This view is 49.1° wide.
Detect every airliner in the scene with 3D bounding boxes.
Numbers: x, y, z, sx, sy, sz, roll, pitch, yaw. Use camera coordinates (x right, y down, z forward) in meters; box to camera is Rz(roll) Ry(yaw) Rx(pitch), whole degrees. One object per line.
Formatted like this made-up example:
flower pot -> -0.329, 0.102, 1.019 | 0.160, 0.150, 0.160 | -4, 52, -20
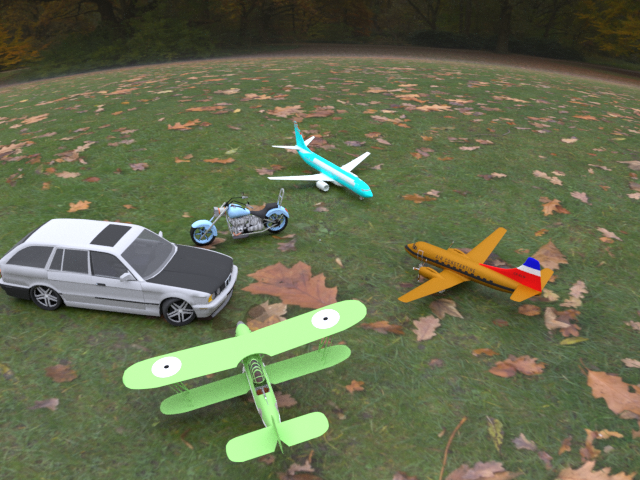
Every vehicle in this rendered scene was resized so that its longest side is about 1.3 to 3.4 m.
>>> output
airliner -> 0.178, -1.453, 12.795 | 2.257, 0.835, 2.541 | -18, 33, -30

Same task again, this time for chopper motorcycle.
chopper motorcycle -> -1.240, -0.358, 10.837 | 1.563, 0.761, 0.466 | -9, 30, -16

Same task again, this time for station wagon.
station wagon -> -2.668, 0.335, 9.379 | 3.105, 0.920, 1.327 | 5, 29, 10

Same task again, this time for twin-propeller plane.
twin-propeller plane -> 2.040, 0.305, 9.570 | 2.129, 0.792, 2.663 | 23, 36, 36

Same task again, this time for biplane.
biplane -> -0.670, 1.465, 7.212 | 2.598, 0.981, 2.120 | -8, 29, -14
